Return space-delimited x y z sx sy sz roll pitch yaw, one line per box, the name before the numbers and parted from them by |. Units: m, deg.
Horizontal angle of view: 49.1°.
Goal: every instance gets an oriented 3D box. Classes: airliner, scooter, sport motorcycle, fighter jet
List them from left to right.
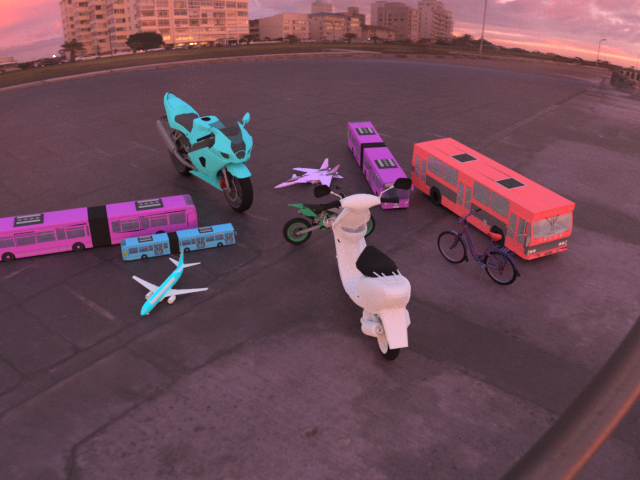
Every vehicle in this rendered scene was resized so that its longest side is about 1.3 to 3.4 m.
airliner | -2.156 0.582 9.682 1.161 0.429 1.307 8 29 15
sport motorcycle | -2.041 -1.627 12.605 0.983 1.596 2.955 -19 33 -31
fighter jet | -0.278 -1.216 13.228 1.358 0.286 1.147 -17 32 -29
scooter | 0.613 0.198 8.958 1.288 1.786 2.721 -6 29 -11

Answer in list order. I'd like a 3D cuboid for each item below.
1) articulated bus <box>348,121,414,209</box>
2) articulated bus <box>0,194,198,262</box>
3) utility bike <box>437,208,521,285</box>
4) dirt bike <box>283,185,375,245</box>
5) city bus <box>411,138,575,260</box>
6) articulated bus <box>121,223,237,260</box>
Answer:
articulated bus | 1.071 -1.527 13.522 0.605 0.561 3.401 -4 28 -8
articulated bus | -3.666 -0.193 11.004 3.401 0.561 0.605 -9 29 -16
utility bike | 2.243 0.101 10.040 0.535 0.946 1.435 -24 36 -38
dirt bike | 0.150 -0.358 11.000 1.493 0.857 0.527 -5 28 -9
city bus | 2.738 -0.749 11.697 0.926 0.894 3.255 -13 30 -22
articulated bus | -2.182 0.026 10.882 1.749 0.289 0.311 -9 29 -17
